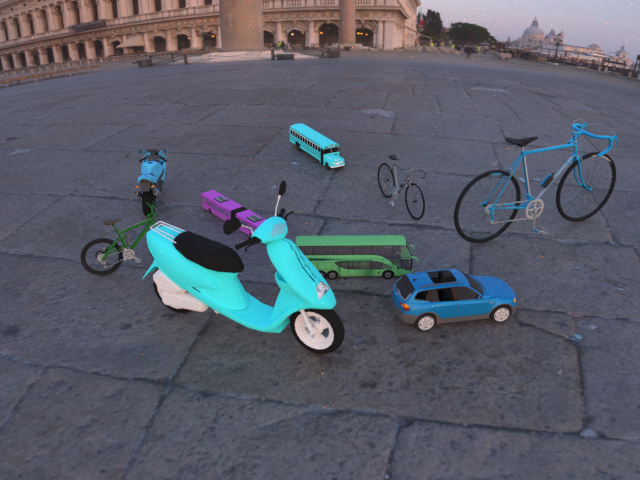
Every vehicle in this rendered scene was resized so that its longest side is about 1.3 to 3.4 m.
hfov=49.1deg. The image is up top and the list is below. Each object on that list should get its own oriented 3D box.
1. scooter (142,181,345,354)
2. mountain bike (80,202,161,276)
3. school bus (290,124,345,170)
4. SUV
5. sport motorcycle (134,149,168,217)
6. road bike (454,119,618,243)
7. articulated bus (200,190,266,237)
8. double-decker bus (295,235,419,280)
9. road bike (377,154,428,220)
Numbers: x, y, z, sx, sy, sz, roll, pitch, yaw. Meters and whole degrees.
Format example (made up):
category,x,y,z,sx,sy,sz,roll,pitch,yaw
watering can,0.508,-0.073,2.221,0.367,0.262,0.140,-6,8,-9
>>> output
category,x,y,z,sx,sy,sz,roll,pitch,yaw
scooter,-0.956,0.293,8.087,2.721,1.786,1.288,13,30,23
mountain bike,-2.542,0.023,9.608,1.469,0.868,0.573,-9,29,-18
school bus,-0.063,-1.832,13.668,0.365,0.434,1.708,-14,31,-25
SUV,1.662,0.675,8.662,1.572,0.580,0.656,-5,28,-10
sport motorcycle,-2.786,-0.985,11.609,0.506,0.821,1.520,-2,27,-4
road bike,3.308,-0.870,10.478,3.004,1.656,0.697,-11,29,-21
articulated bus,-1.315,-0.388,11.035,0.311,0.289,1.749,-21,34,-35
double-decker bus,0.490,0.226,9.572,1.672,0.541,0.389,0,27,-1
road bike,1.316,-0.925,11.460,0.358,0.852,1.545,-11,29,-21
